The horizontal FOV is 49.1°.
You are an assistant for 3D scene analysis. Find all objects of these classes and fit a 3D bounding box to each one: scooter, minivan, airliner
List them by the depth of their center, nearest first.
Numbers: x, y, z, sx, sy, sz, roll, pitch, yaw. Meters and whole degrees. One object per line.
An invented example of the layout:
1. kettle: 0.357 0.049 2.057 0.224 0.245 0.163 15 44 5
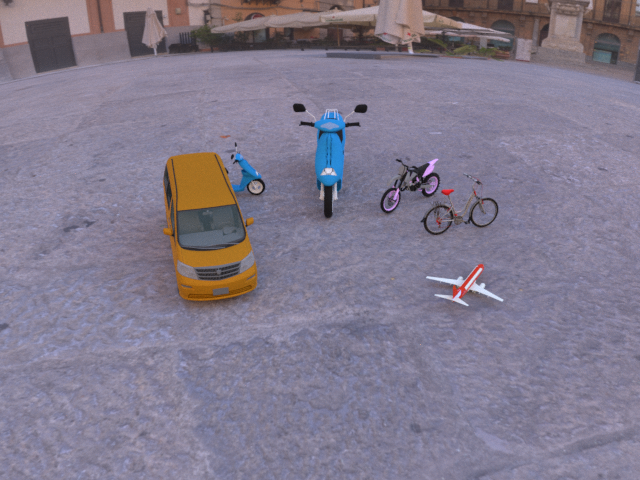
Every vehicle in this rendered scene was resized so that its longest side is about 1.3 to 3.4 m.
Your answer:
1. airliner: 2.145 0.554 10.130 1.161 0.429 1.307 17 34 27
2. minivan: -1.767 -0.281 10.810 1.324 1.197 3.011 -8 31 -13
3. scooter: 0.186 -1.714 12.707 1.288 1.786 2.721 1 30 2
4. scooter: -1.706 -1.238 12.749 1.399 0.919 0.662 0 30 0

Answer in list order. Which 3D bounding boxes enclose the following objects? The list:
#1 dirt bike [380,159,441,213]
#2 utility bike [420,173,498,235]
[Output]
1. dirt bike: 1.634 -1.016 12.426 1.493 0.857 0.527 -23 37 -34
2. utility bike: 2.316 -0.598 11.612 1.435 0.946 0.535 -9 31 -15
